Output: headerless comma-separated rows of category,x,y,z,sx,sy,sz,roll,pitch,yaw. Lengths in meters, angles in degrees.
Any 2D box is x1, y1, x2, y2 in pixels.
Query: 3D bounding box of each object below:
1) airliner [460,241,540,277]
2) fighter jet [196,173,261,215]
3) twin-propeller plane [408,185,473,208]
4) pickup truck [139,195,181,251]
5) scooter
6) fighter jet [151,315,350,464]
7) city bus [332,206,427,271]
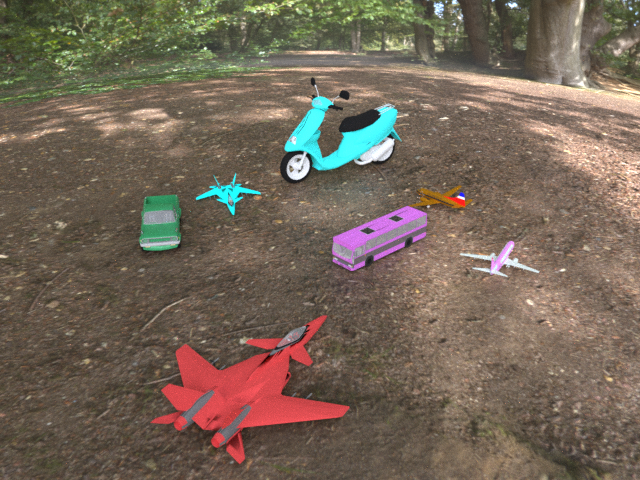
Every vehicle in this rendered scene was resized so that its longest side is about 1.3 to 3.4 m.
airliner,2.669,0.189,10.252,1.161,0.429,1.307,14,30,25
fighter jet,-1.607,-0.801,12.361,1.147,0.286,1.358,-6,27,-11
twin-propeller plane,2.090,-0.768,12.162,1.370,0.407,1.095,-22,34,-36
pickup truck,-2.552,-0.344,11.213,0.640,0.511,1.603,-5,27,-9
scooter,0.430,-2.121,13.303,2.721,1.786,1.288,-15,31,-28
fighter jet,-0.587,1.328,7.868,2.229,0.557,2.640,15,30,27
city bus,0.929,-0.025,10.640,1.674,0.460,0.476,-23,35,-37
